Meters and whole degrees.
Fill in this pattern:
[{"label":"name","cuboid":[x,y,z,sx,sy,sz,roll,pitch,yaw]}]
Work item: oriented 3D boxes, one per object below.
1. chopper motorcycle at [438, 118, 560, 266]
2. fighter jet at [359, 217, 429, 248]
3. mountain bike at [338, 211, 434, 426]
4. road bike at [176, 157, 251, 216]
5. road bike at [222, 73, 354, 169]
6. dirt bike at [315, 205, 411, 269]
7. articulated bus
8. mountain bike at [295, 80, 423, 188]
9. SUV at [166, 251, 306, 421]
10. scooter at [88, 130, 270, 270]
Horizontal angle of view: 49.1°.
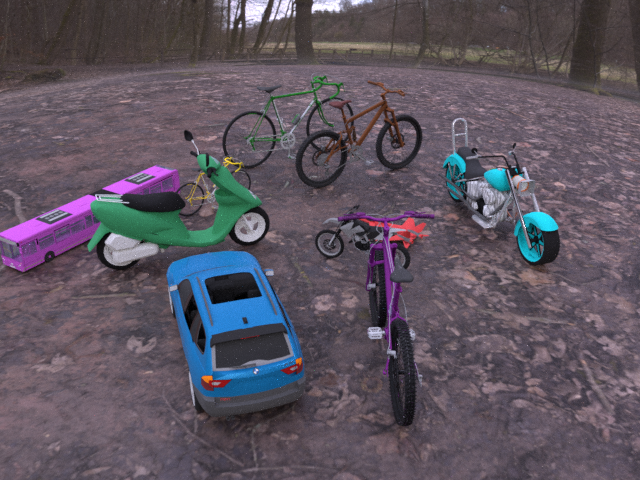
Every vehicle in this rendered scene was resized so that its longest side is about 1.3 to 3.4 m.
[{"label":"chopper motorcycle","cuboid":[2.814,-0.827,11.099,0.906,1.480,3.040,-9,29,-17]},{"label":"fighter jet","cuboid":[1.050,-0.269,11.319,1.358,0.286,1.147,24,35,38]},{"label":"mountain bike","cuboid":[0.789,0.699,7.907,1.114,1.688,2.857,-2,27,-3]},{"label":"road bike","cuboid":[-1.835,-0.929,11.984,1.545,0.852,0.358,-20,33,-34]},{"label":"road bike","cuboid":[-0.573,-2.380,13.925,3.004,1.656,0.696,-15,31,-27]},{"label":"dirt bike","cuboid":[0.608,-0.010,10.193,1.493,0.857,0.527,11,29,21]},{"label":"articulated bus","cuboid":[-3.608,-0.441,11.353,0.605,0.561,3.401,16,31,28]},{"label":"mountain bike","cuboid":[0.792,-1.954,13.063,2.857,1.688,1.114,-16,31,-28]},{"label":"SUV","cuboid":[-1.071,0.835,8.254,1.276,1.128,3.058,-8,28,-16]},{"label":"scooter","cuboid":[-2.041,-0.537,10.202,2.721,1.786,1.288,-11,29,-20]}]
